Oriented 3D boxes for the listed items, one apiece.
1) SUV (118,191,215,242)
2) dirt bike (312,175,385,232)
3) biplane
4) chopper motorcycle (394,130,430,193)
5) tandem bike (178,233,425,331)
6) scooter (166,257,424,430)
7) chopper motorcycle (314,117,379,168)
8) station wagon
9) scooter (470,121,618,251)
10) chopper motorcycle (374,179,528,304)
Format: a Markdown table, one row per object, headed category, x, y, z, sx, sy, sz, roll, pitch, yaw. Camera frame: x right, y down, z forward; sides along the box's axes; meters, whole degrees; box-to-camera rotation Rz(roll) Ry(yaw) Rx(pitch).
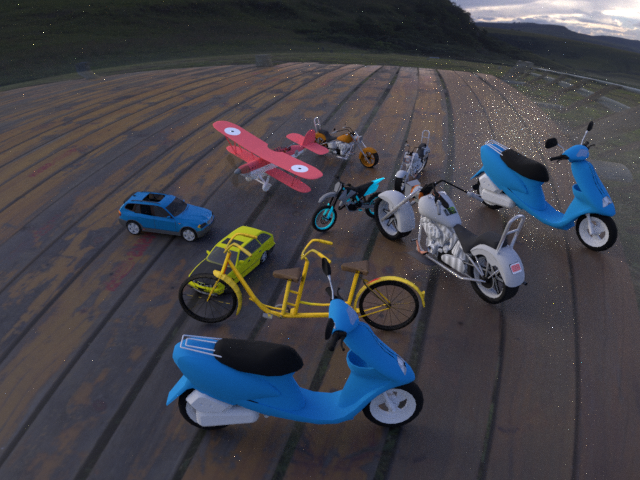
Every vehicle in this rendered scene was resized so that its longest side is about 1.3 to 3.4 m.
| category | x | y | z | sx | sy | sz | roll | pitch | yaw |
| --- | --- | --- | --- | --- | --- | --- | --- | --- | --- |
| SUV | -2.511 | -0.423 | 11.442 | 1.572 | 0.580 | 0.656 | 7 | 30 | 12 |
| dirt bike | 0.518 | -0.634 | 11.536 | 1.493 | 0.857 | 0.527 | -16 | 33 | -26 |
| biplane | -0.773 | -1.524 | 13.005 | 2.598 | 0.981 | 2.120 | 23 | 37 | 35 |
| chopper motorcycle | 1.743 | -1.485 | 13.162 | 0.466 | 0.761 | 1.563 | 14 | 32 | 23 |
| tandem bike | -0.252 | 0.569 | 8.897 | 3.192 | 1.326 | 0.550 | 2 | 29 | 3 |
| scooter | -0.251 | 1.254 | 7.196 | 2.721 | 1.786 | 1.288 | -1 | 29 | -1 |
| chopper motorcycle | 0.484 | -1.949 | 13.994 | 1.563 | 0.761 | 0.466 | 19 | 34 | 30 |
| station wagon | -1.298 | 0.254 | 10.338 | 0.682 | 0.473 | 1.597 | 14 | 32 | 24 |
| scooter | 3.607 | -1.009 | 11.254 | 1.288 | 1.786 | 2.721 | -23 | 37 | -35 |
| chopper motorcycle | 1.783 | -0.229 | 10.170 | 0.906 | 1.480 | 3.040 | -17 | 33 | -28 |
